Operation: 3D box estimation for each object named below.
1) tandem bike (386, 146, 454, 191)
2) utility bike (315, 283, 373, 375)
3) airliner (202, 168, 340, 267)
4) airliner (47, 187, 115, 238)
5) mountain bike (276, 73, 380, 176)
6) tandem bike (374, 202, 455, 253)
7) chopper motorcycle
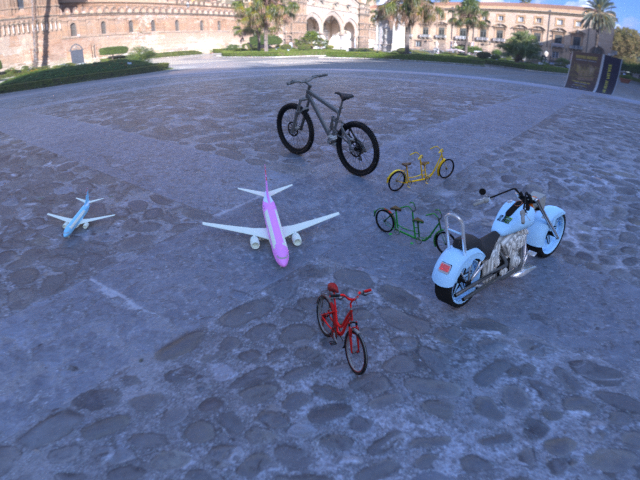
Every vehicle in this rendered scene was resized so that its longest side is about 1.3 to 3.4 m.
[{"bbox_3d":[1.928,-1.364,13.262,1.642,0.682,0.283,-16,31,-28],"label":"tandem bike"},{"bbox_3d":[0.286,0.930,8.438,0.535,0.946,1.435,-11,29,-21],"label":"utility bike"},{"bbox_3d":[-0.743,-0.396,11.179,2.257,0.835,2.541,-5,27,-9],"label":"airliner"},{"bbox_3d":[-4.073,-0.455,11.745,1.161,0.429,1.307,1,27,2],"label":"airliner"},{"bbox_3d":[0.106,-2.328,14.053,1.114,1.688,2.857,-24,36,-39],"label":"mountain bike"},{"bbox_3d":[1.491,-0.259,11.078,1.642,0.682,0.283,23,35,38],"label":"tandem bike"},{"bbox_3d":[2.645,-0.087,9.856,3.040,1.480,0.906,-23,35,-38],"label":"chopper motorcycle"}]
